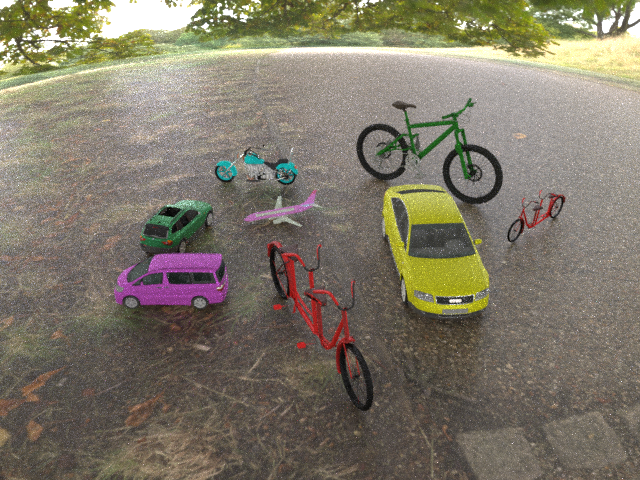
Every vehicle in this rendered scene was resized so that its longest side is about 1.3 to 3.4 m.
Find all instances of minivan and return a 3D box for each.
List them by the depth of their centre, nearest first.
[{"bbox_3d":[-2.065,0.540,9.673,1.548,0.616,0.681,0,30,1],"label":"minivan"}]

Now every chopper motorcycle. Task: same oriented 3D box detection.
[{"bbox_3d":[-1.174,-1.384,12.842,1.563,0.761,0.466,5,30,8],"label":"chopper motorcycle"}]

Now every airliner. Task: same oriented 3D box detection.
[{"bbox_3d":[-0.646,-0.553,11.741,1.307,0.429,1.161,-11,32,-18],"label":"airliner"}]

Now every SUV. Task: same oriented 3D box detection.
[{"bbox_3d":[-2.264,-0.288,11.134,0.656,0.580,1.572,9,31,15],"label":"SUV"}]

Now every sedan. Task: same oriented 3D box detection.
[{"bbox_3d":[1.648,-0.016,10.309,1.235,0.940,3.137,-2,30,-3],"label":"sedan"}]

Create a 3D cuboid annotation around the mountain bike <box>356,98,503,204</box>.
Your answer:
[{"bbox_3d":[1.884,-1.632,12.345,2.857,1.688,1.114,19,35,29],"label":"mountain bike"}]

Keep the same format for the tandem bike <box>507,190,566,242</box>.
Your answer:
[{"bbox_3d":[3.546,-0.476,11.356,1.642,0.682,0.283,-25,38,-36],"label":"tandem bike"}]

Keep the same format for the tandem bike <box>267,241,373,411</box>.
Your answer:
[{"bbox_3d":[-0.081,0.736,8.629,0.550,1.326,3.192,-12,32,-20],"label":"tandem bike"}]
